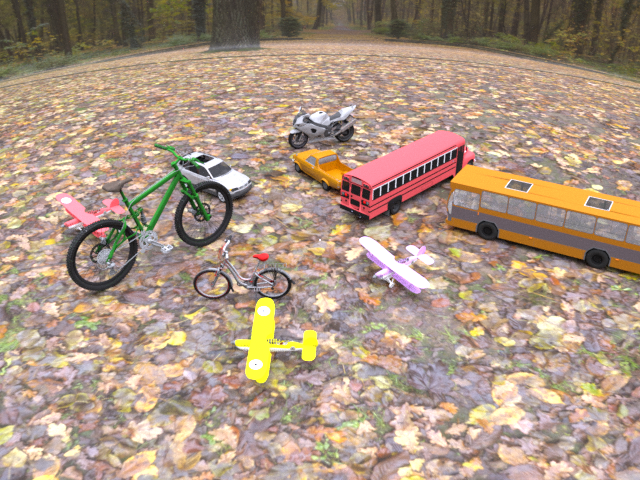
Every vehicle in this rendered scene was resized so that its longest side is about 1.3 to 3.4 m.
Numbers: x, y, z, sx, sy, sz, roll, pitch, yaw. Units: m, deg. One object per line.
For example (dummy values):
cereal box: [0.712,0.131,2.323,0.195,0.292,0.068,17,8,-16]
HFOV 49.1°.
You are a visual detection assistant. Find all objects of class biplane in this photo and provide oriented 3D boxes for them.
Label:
biplane: [-0.568,1.314,8.678,1.090,0.504,1.336,1,30,2]
biplane: [-3.775,-0.390,11.582,1.336,0.504,1.090,25,39,36]
biplane: [1.182,0.382,10.266,1.090,0.504,1.336,-23,37,-34]

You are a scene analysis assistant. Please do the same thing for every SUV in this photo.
SUV: [-1.981,-1.199,12.885,1.572,0.580,0.656,20,36,30]

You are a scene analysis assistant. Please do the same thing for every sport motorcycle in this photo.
sport motorcycle: [0.048,-2.380,14.659,1.520,0.821,0.506,-12,32,-19]

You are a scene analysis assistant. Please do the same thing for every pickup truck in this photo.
pickup truck: [0.117,-1.387,13.274,0.640,0.511,1.603,-19,35,-29]

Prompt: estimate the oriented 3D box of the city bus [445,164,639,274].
city bus: [3.679,-0.328,11.090,3.255,0.894,0.926,16,34,26]

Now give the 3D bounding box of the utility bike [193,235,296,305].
utility bike: [-1.060,0.471,9.679,1.435,0.946,0.535,0,30,-1]

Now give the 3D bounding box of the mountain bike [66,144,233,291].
mountain bike: [-2.450,-0.353,10.350,2.857,1.688,1.114,-26,39,-37]

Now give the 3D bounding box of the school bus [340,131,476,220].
school bus: [1.717,-1.266,12.738,0.709,0.844,3.322,26,39,36]
